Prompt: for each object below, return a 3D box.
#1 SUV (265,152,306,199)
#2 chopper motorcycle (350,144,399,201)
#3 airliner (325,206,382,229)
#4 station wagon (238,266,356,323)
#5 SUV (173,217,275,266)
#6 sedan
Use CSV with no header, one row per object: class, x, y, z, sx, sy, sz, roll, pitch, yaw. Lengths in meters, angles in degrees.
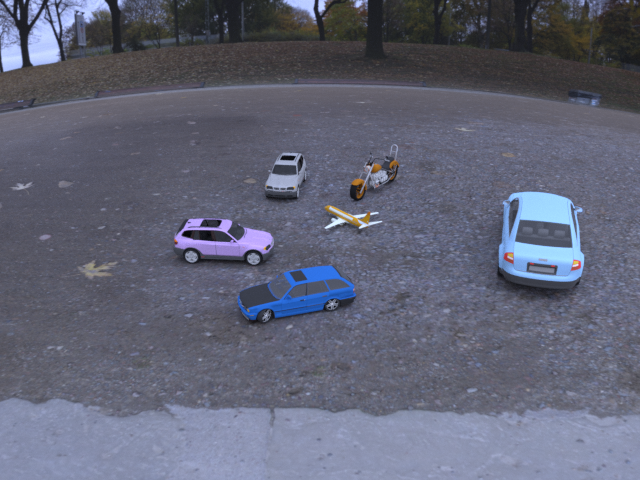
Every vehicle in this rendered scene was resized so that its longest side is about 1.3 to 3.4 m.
SUV,-0.654,-1.284,13.684,0.656,0.580,1.572,3,25,7
chopper motorcycle,1.067,-1.313,13.532,0.466,0.761,1.563,18,30,33
airliner,0.472,-0.477,12.132,1.161,0.429,1.307,-17,30,-32
station wagon,-0.328,0.699,9.558,1.597,0.473,0.682,-8,26,-17
SUV,-1.501,-0.007,10.946,1.572,0.580,0.656,2,25,4
sedan,3.454,-0.208,10.950,1.235,0.940,3.137,7,26,14
